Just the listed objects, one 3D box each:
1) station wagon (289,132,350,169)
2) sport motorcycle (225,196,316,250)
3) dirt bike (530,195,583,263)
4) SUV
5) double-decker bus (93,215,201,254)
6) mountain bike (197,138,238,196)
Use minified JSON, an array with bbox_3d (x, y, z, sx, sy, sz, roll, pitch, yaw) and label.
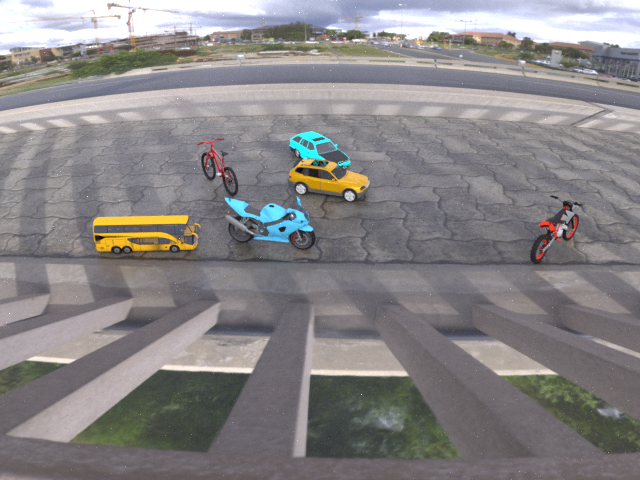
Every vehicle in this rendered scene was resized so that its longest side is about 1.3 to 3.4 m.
[{"bbox_3d":[-0.008,-1.895,14.762,0.682,0.473,1.597,-18,33,-29],"label":"station wagon"},{"bbox_3d":[-0.808,-0.278,11.361,1.520,0.821,0.506,7,29,13],"label":"sport motorcycle"},{"bbox_3d":[3.792,-0.210,11.195,0.527,0.857,1.493,25,37,38],"label":"dirt bike"},{"bbox_3d":[0.169,-1.175,13.299,1.572,0.580,0.656,9,29,17],"label":"SUV"},{"bbox_3d":[-2.788,-0.097,11.321,1.672,0.541,0.389,-1,28,-2],"label":"double-decker bus"},{"bbox_3d":[-1.948,-1.419,13.450,0.573,0.868,1.469,-18,33,-30],"label":"mountain bike"}]
